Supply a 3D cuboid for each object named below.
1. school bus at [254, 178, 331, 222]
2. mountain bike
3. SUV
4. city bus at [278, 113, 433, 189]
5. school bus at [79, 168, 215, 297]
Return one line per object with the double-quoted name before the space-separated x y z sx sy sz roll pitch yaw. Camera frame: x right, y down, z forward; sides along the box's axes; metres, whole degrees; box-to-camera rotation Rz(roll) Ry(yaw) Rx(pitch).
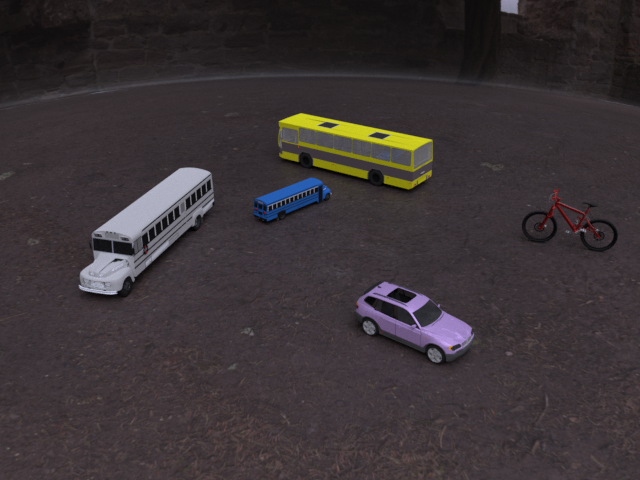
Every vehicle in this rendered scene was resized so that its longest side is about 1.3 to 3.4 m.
"school bus" -0.457 -0.755 12.637 0.365 0.434 1.708 22 34 38
"mountain bike" 3.999 -0.288 11.183 1.469 0.868 0.573 10 28 19
"SUV" 1.180 0.998 8.873 1.572 0.580 0.656 19 32 34
"city bus" 0.660 -1.811 14.280 3.255 0.894 0.926 18 31 32
"school bus" -2.652 -0.203 11.037 0.709 0.844 3.322 7 27 14
